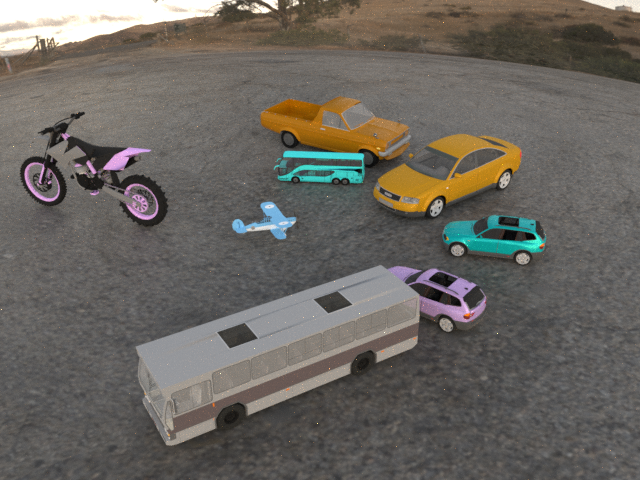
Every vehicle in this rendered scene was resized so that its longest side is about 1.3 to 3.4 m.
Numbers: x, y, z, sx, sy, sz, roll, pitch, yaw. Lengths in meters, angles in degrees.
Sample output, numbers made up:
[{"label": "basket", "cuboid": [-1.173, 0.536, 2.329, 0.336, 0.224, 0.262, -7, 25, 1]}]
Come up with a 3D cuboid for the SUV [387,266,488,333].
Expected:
[{"label": "SUV", "cuboid": [1.466, 0.694, 9.400, 1.572, 0.580, 0.656, 22, 36, 33]}]

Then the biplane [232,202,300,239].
[{"label": "biplane", "cuboid": [-0.857, -0.258, 11.156, 1.090, 0.504, 1.336, -9, 31, -16]}]

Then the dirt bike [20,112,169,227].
[{"label": "dirt bike", "cuboid": [-3.832, -1.140, 11.535, 2.903, 1.666, 1.024, 11, 31, 18]}]

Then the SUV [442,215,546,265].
[{"label": "SUV", "cuboid": [2.670, -0.066, 10.740, 1.572, 0.580, 0.656, 7, 30, 13]}]

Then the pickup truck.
[{"label": "pickup truck", "cuboid": [0.292, -2.382, 14.410, 3.117, 0.993, 1.244, 18, 34, 28]}]

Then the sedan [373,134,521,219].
[{"label": "sedan", "cuboid": [2.317, -1.270, 12.501, 3.137, 0.940, 1.235, -22, 36, -33]}]

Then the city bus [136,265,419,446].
[{"label": "city bus", "cuboid": [-0.386, 1.267, 8.070, 3.255, 0.894, 0.926, -17, 34, -27]}]

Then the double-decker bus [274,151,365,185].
[{"label": "double-decker bus", "cuboid": [-0.007, -1.351, 13.049, 1.672, 0.541, 0.389, 3, 30, 5]}]
